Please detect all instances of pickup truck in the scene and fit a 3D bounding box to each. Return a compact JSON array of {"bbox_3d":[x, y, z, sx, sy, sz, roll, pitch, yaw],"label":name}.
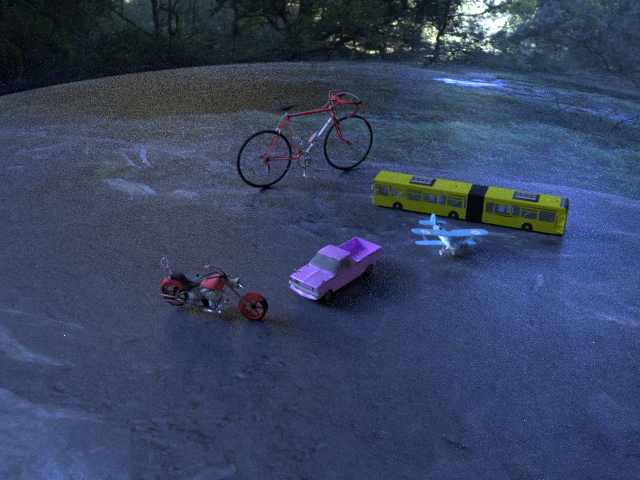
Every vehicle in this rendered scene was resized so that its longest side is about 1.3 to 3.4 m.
[{"bbox_3d":[0.264,0.364,10.447,0.640,0.511,1.603,22,35,35],"label":"pickup truck"}]

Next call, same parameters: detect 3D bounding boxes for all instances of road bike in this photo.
[{"bbox_3d":[-0.239,-1.961,13.558,3.004,1.656,0.696,-15,32,-25],"label":"road bike"}]

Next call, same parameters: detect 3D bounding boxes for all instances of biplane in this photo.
[{"bbox_3d":[2.022,-0.079,11.277,1.336,0.504,1.090,-8,29,-14],"label":"biplane"}]

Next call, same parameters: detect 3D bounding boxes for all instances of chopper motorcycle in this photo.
[{"bbox_3d":[-1.477,0.671,9.613,1.563,0.761,0.466,7,29,13],"label":"chopper motorcycle"}]

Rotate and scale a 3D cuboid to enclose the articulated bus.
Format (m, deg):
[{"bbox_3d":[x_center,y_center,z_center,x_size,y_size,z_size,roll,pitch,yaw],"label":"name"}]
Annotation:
[{"bbox_3d":[2.580,-0.683,12.339,3.401,0.561,0.605,11,30,19],"label":"articulated bus"}]
